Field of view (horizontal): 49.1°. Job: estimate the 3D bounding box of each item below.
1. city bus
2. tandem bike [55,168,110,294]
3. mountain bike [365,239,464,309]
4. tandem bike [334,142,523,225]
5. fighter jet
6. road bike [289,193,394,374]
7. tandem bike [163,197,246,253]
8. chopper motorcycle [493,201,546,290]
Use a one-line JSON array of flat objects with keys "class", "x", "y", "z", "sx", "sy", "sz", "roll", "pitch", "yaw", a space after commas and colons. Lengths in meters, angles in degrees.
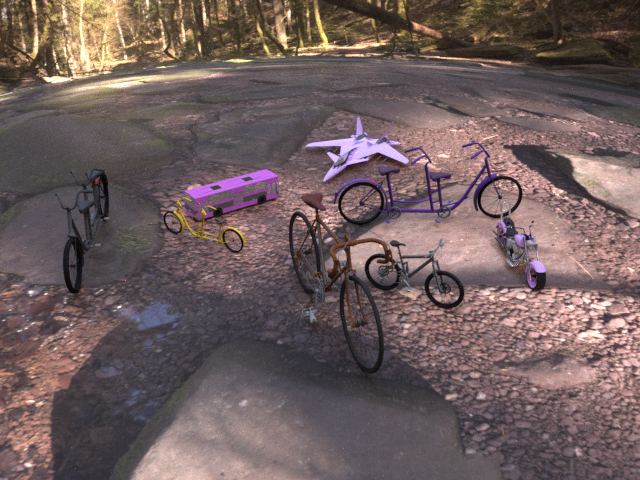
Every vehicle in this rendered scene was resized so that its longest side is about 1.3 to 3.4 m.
[{"class": "city bus", "x": -1.516, "y": -0.779, "z": 12.199, "sx": 1.674, "sy": 0.460, "sz": 0.476, "roll": -19, "pitch": 33, "yaw": -32}, {"class": "tandem bike", "x": -3.540, "y": -0.439, "z": 10.631, "sx": 0.550, "sy": 1.326, "sz": 3.192, "roll": -3, "pitch": 28, "yaw": -5}, {"class": "mountain bike", "x": 1.268, "y": 0.421, "z": 9.495, "sx": 1.469, "sy": 0.868, "sz": 0.573, "roll": 16, "pitch": 32, "yaw": 27}, {"class": "tandem bike", "x": 1.810, "y": -0.899, "z": 11.500, "sx": 3.192, "sy": 1.326, "sz": 0.550, "roll": -3, "pitch": 28, "yaw": -5}, {"class": "fighter jet", "x": 0.643, "y": -1.798, "z": 14.021, "sx": 2.229, "sy": 0.557, "sz": 2.640, "roll": 13, "pitch": 30, "yaw": 23}, {"class": "road bike", "x": 0.125, "y": 0.357, "z": 8.773, "sx": 0.696, "sy": 1.656, "sz": 3.004, "roll": -11, "pitch": 30, "yaw": -19}, {"class": "tandem bike", "x": -1.843, "y": -0.253, "z": 10.968, "sx": 1.642, "sy": 0.682, "sz": 0.283, "roll": 16, "pitch": 32, "yaw": 27}, {"class": "chopper motorcycle", "x": 2.948, "y": 0.068, "z": 10.277, "sx": 0.466, "sy": 0.761, "sz": 1.563, "roll": -4, "pitch": 28, "yaw": -8}]
